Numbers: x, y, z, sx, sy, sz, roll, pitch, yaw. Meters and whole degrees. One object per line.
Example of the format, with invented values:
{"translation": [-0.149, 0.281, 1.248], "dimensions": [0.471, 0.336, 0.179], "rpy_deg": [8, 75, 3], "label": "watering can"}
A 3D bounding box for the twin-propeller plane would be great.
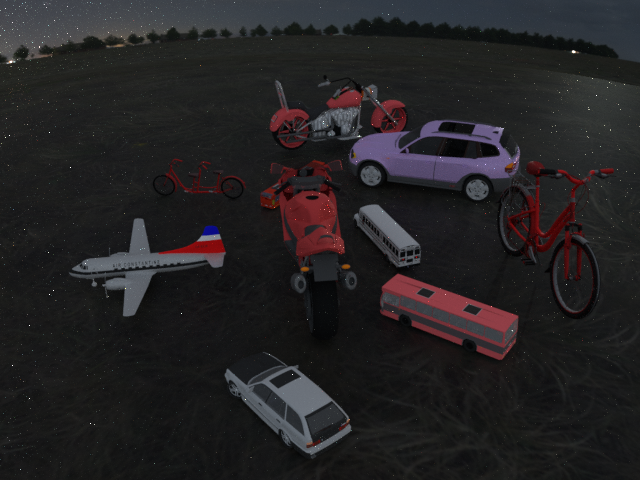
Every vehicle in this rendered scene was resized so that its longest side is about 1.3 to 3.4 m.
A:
{"translation": [-2.371, 0.230, 9.628], "dimensions": [2.129, 0.792, 2.663], "rpy_deg": [-5, 29, -9], "label": "twin-propeller plane"}

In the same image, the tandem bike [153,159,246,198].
{"translation": [-2.102, -1.046, 12.094], "dimensions": [1.642, 0.682, 0.283], "rpy_deg": [3, 29, 5], "label": "tandem bike"}

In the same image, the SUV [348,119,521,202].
{"translation": [2.041, -1.543, 12.541], "dimensions": [3.058, 1.128, 1.276], "rpy_deg": [9, 30, 17], "label": "SUV"}

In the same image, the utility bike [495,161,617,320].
{"translation": [3.141, -0.278, 9.466], "dimensions": [1.039, 1.839, 2.791], "rpy_deg": [-6, 29, -11], "label": "utility bike"}

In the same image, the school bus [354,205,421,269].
{"translation": [0.976, -0.104, 10.618], "dimensions": [0.365, 0.434, 1.708], "rpy_deg": [-10, 30, -18], "label": "school bus"}

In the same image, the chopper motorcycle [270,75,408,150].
{"translation": [0.433, -2.646, 14.205], "dimensions": [3.040, 1.480, 0.906], "rpy_deg": [-12, 31, -20], "label": "chopper motorcycle"}

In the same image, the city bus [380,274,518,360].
{"translation": [1.564, 0.945, 8.659], "dimensions": [1.674, 0.460, 0.476], "rpy_deg": [19, 34, 31], "label": "city bus"}

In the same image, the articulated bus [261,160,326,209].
{"translation": [-0.449, -0.999, 12.418], "dimensions": [0.311, 0.289, 1.749], "rpy_deg": [16, 32, 27], "label": "articulated bus"}

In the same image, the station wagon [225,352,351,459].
{"translation": [-0.385, 1.626, 7.391], "dimensions": [0.682, 0.473, 1.597], "rpy_deg": [-21, 35, -34], "label": "station wagon"}

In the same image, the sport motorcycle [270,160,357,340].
{"translation": [-0.094, 0.001, 9.206], "dimensions": [0.983, 1.596, 2.955], "rpy_deg": [-3, 29, -6], "label": "sport motorcycle"}
